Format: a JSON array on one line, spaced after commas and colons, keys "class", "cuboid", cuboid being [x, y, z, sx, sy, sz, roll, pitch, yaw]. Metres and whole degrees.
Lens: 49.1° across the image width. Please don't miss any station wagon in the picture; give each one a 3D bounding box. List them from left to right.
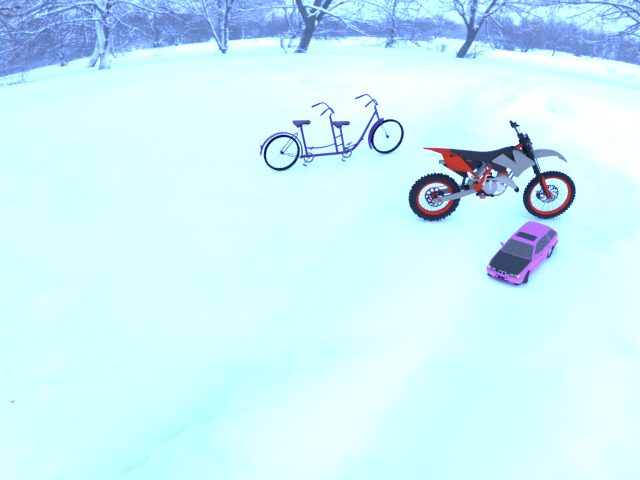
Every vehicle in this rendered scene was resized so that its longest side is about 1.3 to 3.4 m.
[{"class": "station wagon", "cuboid": [3.189, 0.157, 10.978, 0.682, 0.473, 1.597, 21, 36, 32]}]

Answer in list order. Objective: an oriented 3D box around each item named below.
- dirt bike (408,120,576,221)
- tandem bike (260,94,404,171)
[{"class": "dirt bike", "cuboid": [2.982, -1.090, 11.957, 2.903, 1.666, 1.024, -1, 30, -1]}, {"class": "tandem bike", "cuboid": [0.294, -2.192, 14.228, 3.192, 1.326, 0.550, -11, 32, -19]}]
